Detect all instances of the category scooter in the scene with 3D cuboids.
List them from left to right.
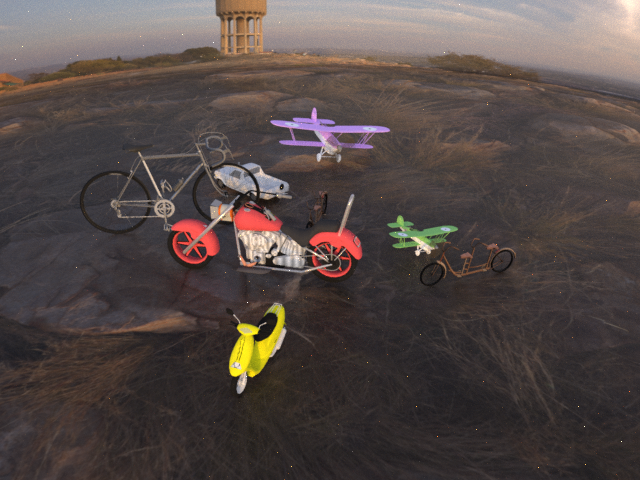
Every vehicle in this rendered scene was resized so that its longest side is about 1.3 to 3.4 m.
[{"bbox_3d":[-0.757,1.202,8.578,0.662,0.919,1.399,11,30,20],"label":"scooter"}]

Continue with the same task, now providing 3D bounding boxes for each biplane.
[{"bbox_3d":[0.151,-2.280,15.050,2.598,0.981,2.120,-8,29,-15],"label":"biplane"},{"bbox_3d":[1.591,-0.077,11.420,1.336,0.504,1.090,-16,32,-27],"label":"biplane"}]

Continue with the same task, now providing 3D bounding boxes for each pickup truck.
[{"bbox_3d":[-1.334,-1.161,13.449,1.603,0.511,0.640,24,36,37],"label":"pickup truck"}]

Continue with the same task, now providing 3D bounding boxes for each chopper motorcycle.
[{"bbox_3d":[-0.864,-0.130,10.483,3.040,1.480,0.906,6,29,12],"label":"chopper motorcycle"}]

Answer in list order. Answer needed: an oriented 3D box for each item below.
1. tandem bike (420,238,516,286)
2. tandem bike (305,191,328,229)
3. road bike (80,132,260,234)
[{"bbox_3d":[2.252,0.293,10.537,1.642,0.682,0.283,-10,29,-17],"label":"tandem bike"},{"bbox_3d":[-0.053,-0.511,12.046,0.283,0.682,1.642,6,29,11],"label":"tandem bike"},{"bbox_3d":[-2.517,-0.924,11.785,3.004,1.656,0.696,-5,28,-10],"label":"road bike"}]
